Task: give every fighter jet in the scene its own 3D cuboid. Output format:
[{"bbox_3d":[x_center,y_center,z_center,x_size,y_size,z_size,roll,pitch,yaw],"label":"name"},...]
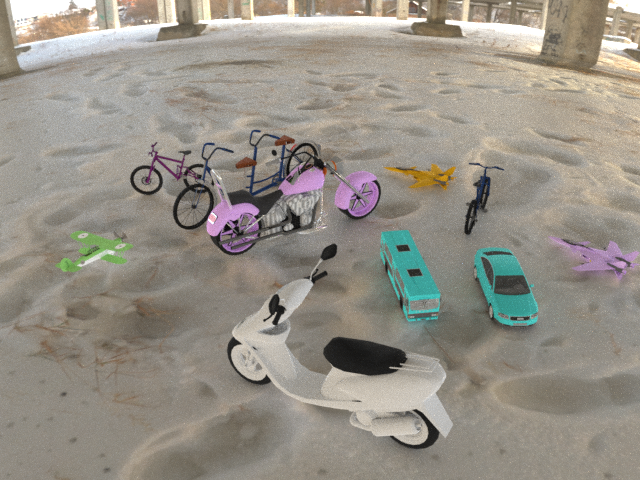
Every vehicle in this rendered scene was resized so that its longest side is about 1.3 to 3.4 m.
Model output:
[{"bbox_3d":[1.777,-1.262,12.783,1.358,0.286,1.147,16,34,25],"label":"fighter jet"},{"bbox_3d":[4.019,0.126,10.468,1.147,0.286,1.358,-25,39,-36],"label":"fighter jet"}]

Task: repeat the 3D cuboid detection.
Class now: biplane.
[{"bbox_3d":[-3.284,0.201,10.132,1.336,0.504,1.090,21,37,31],"label":"biplane"}]

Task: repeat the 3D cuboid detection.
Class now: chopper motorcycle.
[{"bbox_3d":[-0.324,-0.711,10.703,3.040,1.480,0.906,-19,36,-28],"label":"chopper motorcycle"}]

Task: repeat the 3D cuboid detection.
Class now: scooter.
[{"bbox_3d":[0.113,1.147,7.305,2.721,1.786,1.288,16,35,25],"label":"scooter"}]

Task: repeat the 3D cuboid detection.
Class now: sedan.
[{"bbox_3d":[2.522,0.577,9.524,0.635,0.483,1.613,-1,31,-1],"label":"sedan"}]

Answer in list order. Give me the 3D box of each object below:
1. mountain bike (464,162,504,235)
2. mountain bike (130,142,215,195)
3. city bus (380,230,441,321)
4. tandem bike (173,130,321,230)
[{"bbox_3d":[2.569,-0.702,11.284,0.573,0.868,1.469,13,33,21],"label":"mountain bike"},{"bbox_3d":[-2.554,-1.188,12.094,1.469,0.868,0.573,-2,31,-3],"label":"mountain bike"},{"bbox_3d":[1.219,0.476,9.716,0.476,0.460,1.674,-4,31,-7],"label":"city bus"},{"bbox_3d":[-1.127,-1.187,11.648,3.192,1.326,0.550,-27,40,-37],"label":"tandem bike"}]
